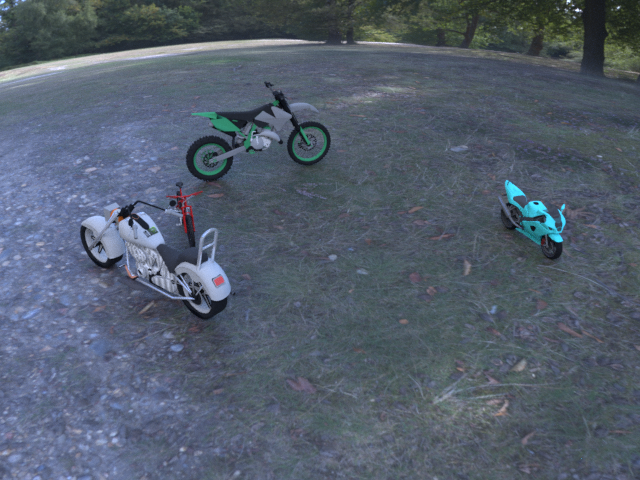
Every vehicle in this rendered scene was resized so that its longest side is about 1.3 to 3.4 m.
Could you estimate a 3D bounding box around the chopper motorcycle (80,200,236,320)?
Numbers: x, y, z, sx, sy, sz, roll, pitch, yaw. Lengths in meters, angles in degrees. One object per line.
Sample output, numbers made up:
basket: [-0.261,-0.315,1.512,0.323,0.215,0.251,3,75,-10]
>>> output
chopper motorcycle: [-2.425,0.080,9.837,3.040,1.480,0.906,22,37,33]

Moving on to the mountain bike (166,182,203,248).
mountain bike: [-2.210,-0.476,11.416,0.573,0.868,1.469,-10,31,-16]

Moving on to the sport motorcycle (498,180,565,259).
sport motorcycle: [3.392,-0.331,11.211,0.506,0.821,1.520,-12,32,-19]

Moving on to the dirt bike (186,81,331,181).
dirt bike: [-1.151,-2.052,13.354,2.903,1.666,1.024,-11,32,-18]
